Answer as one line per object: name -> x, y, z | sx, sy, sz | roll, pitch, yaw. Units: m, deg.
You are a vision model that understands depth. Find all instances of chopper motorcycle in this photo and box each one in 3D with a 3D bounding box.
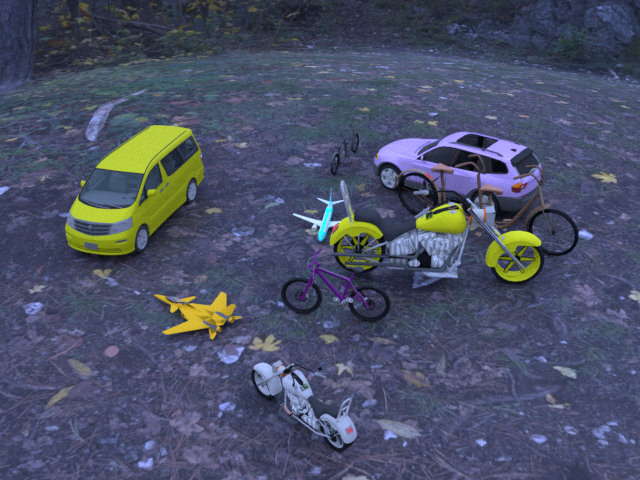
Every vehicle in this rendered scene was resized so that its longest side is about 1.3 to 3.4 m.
chopper motorcycle -> 1.658, -0.104, 9.907 | 3.040, 1.480, 0.906 | 2, 29, 4
chopper motorcycle -> -0.209, 1.647, 7.486 | 0.466, 0.761, 1.563 | -25, 37, -37

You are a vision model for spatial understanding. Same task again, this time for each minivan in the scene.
minivan -> -3.020, -0.882, 11.604 | 1.324, 1.197, 3.011 | 8, 30, 14

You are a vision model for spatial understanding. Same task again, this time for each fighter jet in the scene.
fighter jet -> -1.751, 0.875, 9.372 | 1.358, 0.286, 1.147 | 18, 34, 30

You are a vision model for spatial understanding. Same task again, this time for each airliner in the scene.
airliner -> 0.103, -0.406, 11.537 | 1.161, 0.429, 1.307 | 4, 29, 8

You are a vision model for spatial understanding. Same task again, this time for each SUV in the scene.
SUV -> 2.425, -1.350, 12.520 | 3.058, 1.128, 1.276 | 20, 35, 32

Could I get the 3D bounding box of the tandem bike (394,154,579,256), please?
tandem bike -> 2.568, -0.696, 11.135 | 3.192, 1.326, 0.550 | 20, 35, 31

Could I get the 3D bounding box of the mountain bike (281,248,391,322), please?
mountain bike -> 0.200, 0.649, 9.178 | 1.469, 0.868, 0.573 | 6, 29, 10

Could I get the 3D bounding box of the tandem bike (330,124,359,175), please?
tandem bike -> 0.499, -1.844, 13.875 | 0.283, 0.682, 1.642 | 11, 31, 19
